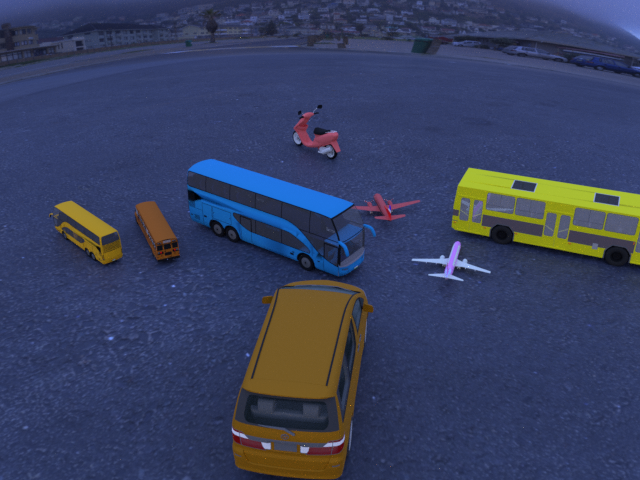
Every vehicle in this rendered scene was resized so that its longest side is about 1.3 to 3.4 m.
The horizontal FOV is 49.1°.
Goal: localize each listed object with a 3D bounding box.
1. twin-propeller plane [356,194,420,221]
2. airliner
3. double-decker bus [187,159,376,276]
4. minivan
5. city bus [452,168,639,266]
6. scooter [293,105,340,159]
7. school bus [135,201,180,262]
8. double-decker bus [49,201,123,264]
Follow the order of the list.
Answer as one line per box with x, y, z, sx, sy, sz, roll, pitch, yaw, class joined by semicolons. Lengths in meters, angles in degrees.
1.078;-0.605;11.962;1.370;0.407;1.095;-5;29;-8;twin-propeller plane
1.979;0.232;10.436;1.161;0.429;1.307;9;30;16;airliner
-0.708;-0.371;10.880;3.251;1.052;0.756;19;35;31;double-decker bus
-0.113;1.236;7.846;1.324;1.197;3.011;4;29;7;minivan
3.780;-0.339;10.983;3.255;0.894;0.926;12;31;20;city bus
-0.095;-2.228;14.348;0.662;0.919;1.399;-24;37;-36;scooter
-2.639;-0.189;11.187;0.365;0.434;1.708;-13;32;-22;school bus
-3.689;-0.147;11.003;0.389;0.541;1.672;-25;38;-38;double-decker bus
